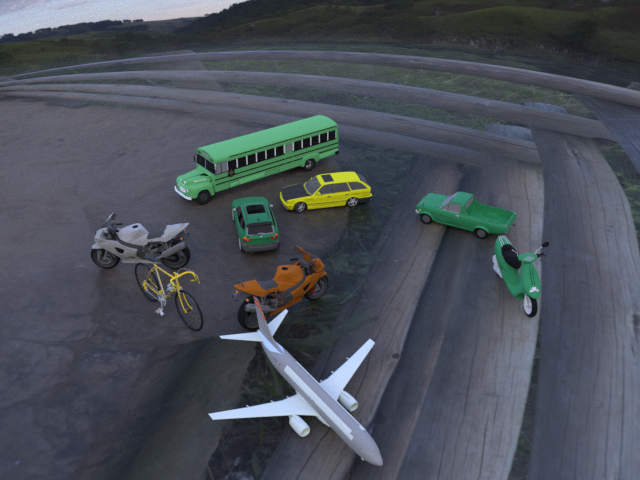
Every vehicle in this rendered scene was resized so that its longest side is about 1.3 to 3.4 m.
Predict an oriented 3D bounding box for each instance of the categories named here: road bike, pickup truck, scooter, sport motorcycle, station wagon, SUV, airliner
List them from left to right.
[{"bbox_3d":[-2.668,0.067,10.383,1.520,0.821,0.506,0,31,0],"label":"sport motorcycle"},{"bbox_3d":[-2.057,0.646,9.380,1.545,0.852,0.358,26,40,37],"label":"road bike"},{"bbox_3d":[-1.052,-0.342,11.305,0.656,0.580,1.572,-6,31,-11],"label":"SUV"},{"bbox_3d":[-0.488,0.651,9.403,1.520,0.821,0.506,-22,37,-33],"label":"sport motorcycle"},{"bbox_3d":[-0.103,1.551,7.876,2.257,0.835,2.541,-20,36,-30],"label":"airliner"},{"bbox_3d":[0.092,-0.876,12.305,1.597,0.473,0.682,-7,32,-12],"label":"station wagon"},{"bbox_3d":[2.406,-0.470,11.588,1.603,0.511,0.640,17,35,26],"label":"pickup truck"},{"bbox_3d":[2.755,0.364,9.788,0.662,0.919,1.399,-5,31,-9],"label":"scooter"}]

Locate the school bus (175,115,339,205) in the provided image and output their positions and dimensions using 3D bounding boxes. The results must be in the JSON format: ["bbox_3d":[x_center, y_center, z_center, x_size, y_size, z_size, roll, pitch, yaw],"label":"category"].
[{"bbox_3d":[-1.140,-1.537,13.054,3.322,0.844,0.709,-21,37,-31],"label":"school bus"}]
